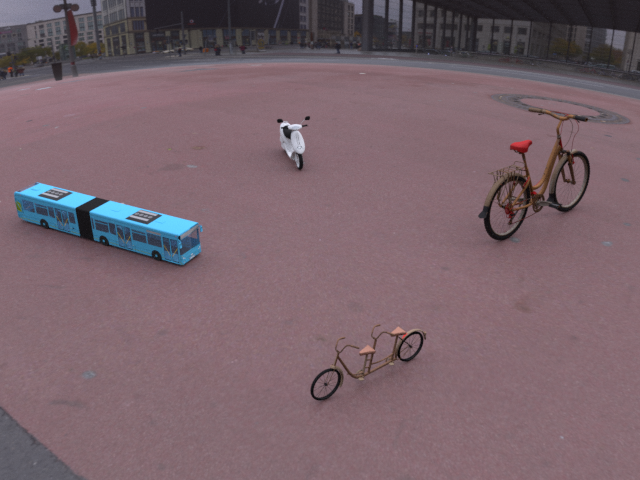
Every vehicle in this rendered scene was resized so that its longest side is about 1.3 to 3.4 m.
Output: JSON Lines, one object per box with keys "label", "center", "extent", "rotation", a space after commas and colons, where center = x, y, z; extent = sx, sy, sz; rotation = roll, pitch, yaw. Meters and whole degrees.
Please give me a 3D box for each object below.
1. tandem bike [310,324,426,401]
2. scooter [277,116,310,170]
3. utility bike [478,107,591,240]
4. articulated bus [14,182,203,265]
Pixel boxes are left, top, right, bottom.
{"label": "tandem bike", "center": [0.575, 1.273, 7.801], "extent": [1.642, 0.682, 0.283], "rotation": [-18, 33, -30]}
{"label": "scooter", "center": [-0.552, -2.018, 13.790], "extent": [0.662, 0.919, 1.399], "rotation": [-8, 29, -15]}
{"label": "utility bike", "center": [3.418, -1.108, 11.078], "extent": [2.791, 1.839, 1.039], "rotation": [-20, 34, -33]}
{"label": "articulated bus", "center": [-3.350, -0.289, 10.894], "extent": [3.401, 0.561, 0.605], "rotation": [14, 31, 24]}
